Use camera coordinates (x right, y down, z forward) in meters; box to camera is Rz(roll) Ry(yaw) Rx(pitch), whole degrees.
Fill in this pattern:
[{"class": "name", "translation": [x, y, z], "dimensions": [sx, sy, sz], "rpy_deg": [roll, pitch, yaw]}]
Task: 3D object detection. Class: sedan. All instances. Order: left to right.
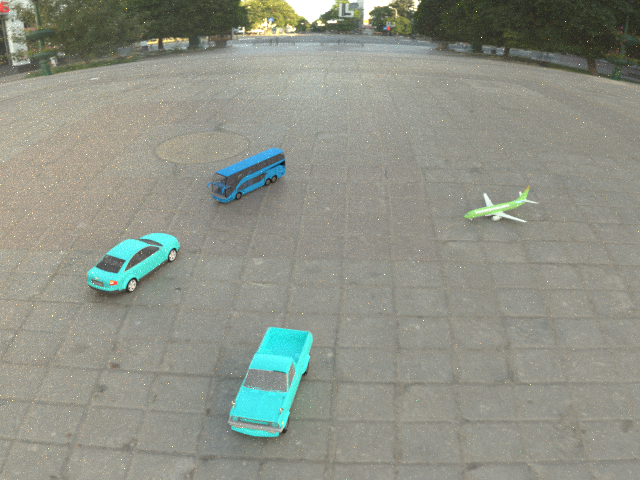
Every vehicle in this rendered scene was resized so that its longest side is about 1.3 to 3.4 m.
[{"class": "sedan", "translation": [-2.674, 0.251, 10.142], "dimensions": [0.635, 0.483, 1.613], "rpy_deg": [14, 32, 23]}]

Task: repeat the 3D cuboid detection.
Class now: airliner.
[{"class": "airliner", "translation": [2.981, -0.610, 11.736], "dimensions": [1.307, 0.429, 1.161], "rpy_deg": [-12, 31, -20]}]

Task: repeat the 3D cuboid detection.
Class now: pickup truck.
[{"class": "pickup truck", "translation": [-0.521, 1.509, 7.866], "dimensions": [0.640, 0.511, 1.603], "rpy_deg": [6, 30, 10]}]

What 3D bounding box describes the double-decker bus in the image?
[{"class": "double-decker bus", "translation": [-1.284, -1.163, 12.611], "dimensions": [0.389, 0.541, 1.672], "rpy_deg": [22, 36, 34]}]
